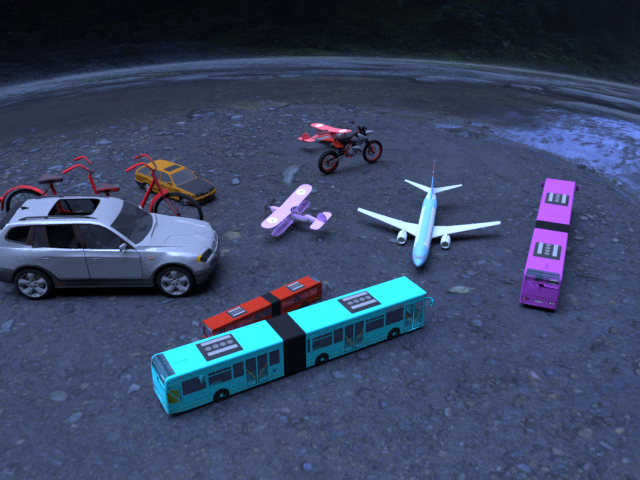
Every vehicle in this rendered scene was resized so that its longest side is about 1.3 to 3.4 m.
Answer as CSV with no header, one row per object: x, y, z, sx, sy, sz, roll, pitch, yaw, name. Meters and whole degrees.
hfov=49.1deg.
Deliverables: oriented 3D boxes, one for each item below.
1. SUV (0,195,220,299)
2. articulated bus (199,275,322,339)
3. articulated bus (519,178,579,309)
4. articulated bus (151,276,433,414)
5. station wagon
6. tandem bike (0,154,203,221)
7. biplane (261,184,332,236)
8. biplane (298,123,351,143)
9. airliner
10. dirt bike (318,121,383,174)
-2.942,0.023,9.682,3.058,1.128,1.276,-1,28,-2,SUV
-0.713,0.883,8.953,1.749,0.289,0.311,-22,35,-35,articulated bus
3.443,-0.058,10.443,0.605,0.561,3.401,10,29,18,articulated bus
-0.229,1.157,8.143,3.401,0.561,0.605,-15,31,-26,articulated bus
-2.572,-1.054,12.421,1.597,0.473,0.682,19,33,32,station wagon
-3.394,-0.657,10.759,3.192,1.326,0.550,2,28,3,tandem bike
-0.375,-0.382,11.117,1.090,0.504,1.336,15,31,26,biplane
0.080,-2.152,14.467,1.090,0.504,1.336,-17,32,-29,biplane
1.658,-0.420,10.835,2.257,0.835,2.541,6,28,11,airliner
0.593,-1.774,13.373,1.493,0.857,0.527,-17,32,-28,dirt bike
